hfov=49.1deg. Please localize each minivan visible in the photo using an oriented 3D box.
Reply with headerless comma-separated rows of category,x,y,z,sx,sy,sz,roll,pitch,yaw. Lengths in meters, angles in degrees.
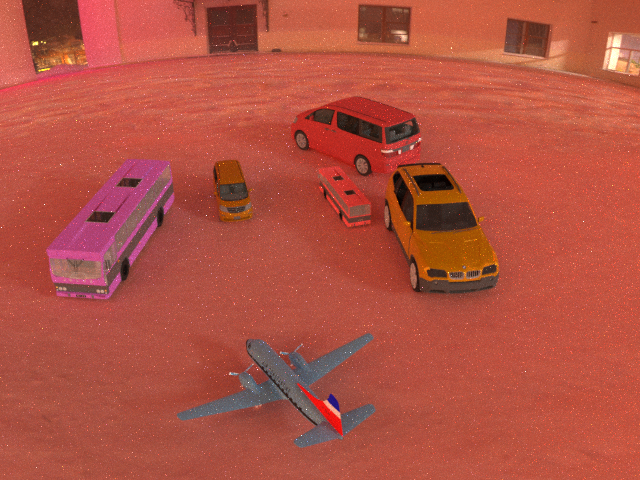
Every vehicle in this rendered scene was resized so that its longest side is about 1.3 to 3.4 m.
minivan,-1.601,-0.898,12.687,0.681,0.616,1.548,-6,30,-11
minivan,0.669,-2.301,14.547,1.324,1.197,3.011,-25,38,-36

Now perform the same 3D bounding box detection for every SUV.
SUV,1.845,-0.275,11.086,1.276,1.128,3.058,-4,30,-6

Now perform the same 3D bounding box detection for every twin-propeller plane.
twin-propeller plane,-0.342,1.608,8.142,2.663,0.792,2.129,-18,35,-29

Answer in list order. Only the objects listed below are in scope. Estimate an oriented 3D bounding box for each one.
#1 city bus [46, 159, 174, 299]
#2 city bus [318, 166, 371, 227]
city bus,-3.237,-0.255,11.286,0.926,0.894,3.255,3,30,6
city bus,0.427,-0.785,12.646,0.476,0.460,1.674,-9,31,-15
